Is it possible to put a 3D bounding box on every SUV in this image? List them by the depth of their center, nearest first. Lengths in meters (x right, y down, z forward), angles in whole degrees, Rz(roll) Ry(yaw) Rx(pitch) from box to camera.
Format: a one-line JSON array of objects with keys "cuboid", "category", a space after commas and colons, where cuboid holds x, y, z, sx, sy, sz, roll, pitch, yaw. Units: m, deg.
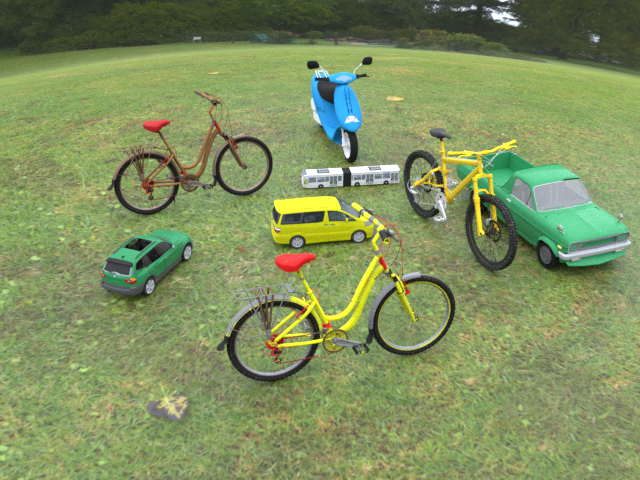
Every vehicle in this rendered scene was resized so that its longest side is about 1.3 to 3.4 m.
[{"cuboid": [-2.378, 0.215, 9.697, 0.656, 0.580, 1.572, 11, 31, 19], "category": "SUV"}]

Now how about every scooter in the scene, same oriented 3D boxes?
[{"cuboid": [0.298, -2.762, 13.809, 1.288, 1.786, 2.721, -8, 30, -13], "category": "scooter"}]

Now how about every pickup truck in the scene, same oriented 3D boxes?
[{"cuboid": [3.343, -0.652, 10.831, 1.244, 0.993, 3.117, -10, 31, -17], "category": "pickup truck"}]

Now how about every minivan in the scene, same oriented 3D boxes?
[{"cuboid": [0.040, -0.313, 10.609, 1.548, 0.616, 0.681, -5, 30, -9], "category": "minivan"}]

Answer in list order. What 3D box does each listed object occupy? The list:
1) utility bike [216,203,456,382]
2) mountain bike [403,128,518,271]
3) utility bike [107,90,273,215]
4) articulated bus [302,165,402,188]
[{"cuboid": [0.205, 0.593, 7.723, 2.791, 1.839, 1.039, -8, 30, -14], "category": "utility bike"}, {"cuboid": [2.004, -0.761, 10.312, 1.114, 1.688, 2.857, -12, 31, -21], "category": "mountain bike"}, {"cuboid": [-2.123, -1.457, 11.409, 2.791, 1.839, 1.039, -13, 32, -22], "category": "utility bike"}, {"cuboid": [0.559, -1.123, 12.402, 1.749, 0.289, 0.311, -4, 29, -7], "category": "articulated bus"}]
